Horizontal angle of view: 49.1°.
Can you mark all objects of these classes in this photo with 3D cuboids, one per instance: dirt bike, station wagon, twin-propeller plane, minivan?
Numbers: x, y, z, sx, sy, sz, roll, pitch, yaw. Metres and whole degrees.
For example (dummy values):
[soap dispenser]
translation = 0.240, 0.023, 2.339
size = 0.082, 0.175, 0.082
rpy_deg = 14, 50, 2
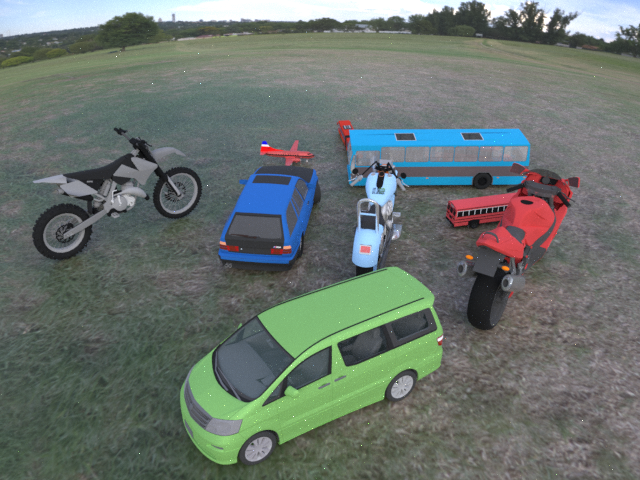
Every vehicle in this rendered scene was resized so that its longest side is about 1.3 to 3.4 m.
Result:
[dirt bike]
translation = -3.138, -0.782, 10.970
size = 2.903, 1.666, 1.024
rpy_deg = -23, 37, -35
[station wagon]
translation = -0.751, -0.602, 11.405
size = 1.327, 0.920, 3.105
rpy_deg = 4, 30, 6
[twin-propeller plane]
translation = -0.648, -1.760, 13.934
size = 1.095, 0.407, 1.370
rpy_deg = 3, 30, 6
[minivan]
translation = -0.075, 1.312, 7.799
size = 3.011, 1.197, 1.324
rpy_deg = -17, 34, -26

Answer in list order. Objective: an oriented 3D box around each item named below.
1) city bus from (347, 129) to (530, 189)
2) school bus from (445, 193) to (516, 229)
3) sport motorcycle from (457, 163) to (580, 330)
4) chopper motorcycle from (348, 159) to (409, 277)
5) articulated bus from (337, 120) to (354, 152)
[city bus]
translation = 2.150, -1.501, 12.996
size = 3.255, 0.894, 0.926
rpy_deg = 0, 30, -1
[school bus]
translation = 2.973, -0.515, 11.741
size = 1.708, 0.434, 0.365
rpy_deg = -7, 31, -13
[sport motorcycle]
translation = 2.739, 0.030, 9.629
size = 0.983, 1.596, 2.955
rpy_deg = 18, 35, 28
[chopper motorcycle]
translation = 0.914, -0.569, 10.786
size = 0.906, 1.480, 3.040
rpy_deg = 6, 30, 10
[articulated bus]
translation = 0.641, -2.076, 14.603
size = 0.311, 0.289, 1.749
rpy_deg = -4, 30, -7
